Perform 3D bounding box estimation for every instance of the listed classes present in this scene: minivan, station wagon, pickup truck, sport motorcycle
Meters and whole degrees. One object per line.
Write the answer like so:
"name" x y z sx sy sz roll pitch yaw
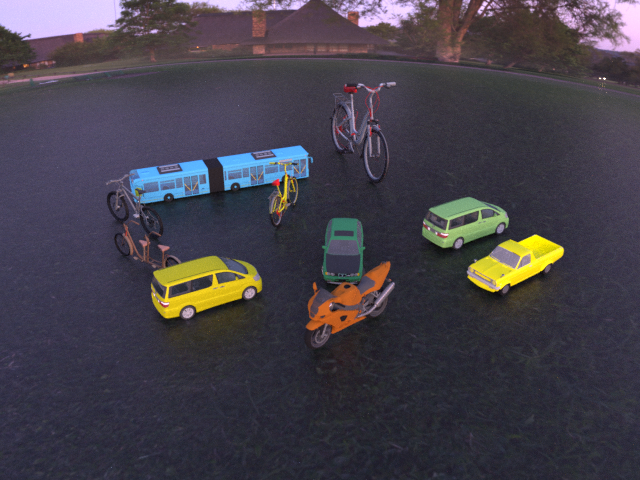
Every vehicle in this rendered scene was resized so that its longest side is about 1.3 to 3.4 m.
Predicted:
"minivan" 2.442 -0.347 11.576 1.548 0.616 0.681 -17 34 -28
"minivan" -1.580 0.595 9.886 1.548 0.616 0.681 -16 33 -27
"station wagon" 0.368 0.116 10.891 0.682 0.473 1.597 1 29 3
"pickup truck" 2.956 0.299 10.526 1.603 0.511 0.640 -20 35 -32
"sport motorcycle" 0.376 0.854 9.210 1.520 0.821 0.506 -24 37 -36

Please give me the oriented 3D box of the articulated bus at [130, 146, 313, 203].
"articulated bus" -1.830 -1.250 13.252 3.401 0.561 0.605 -11 31 -19

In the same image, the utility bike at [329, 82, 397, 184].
"utility bike" 0.838 -2.357 13.927 1.039 1.839 2.791 -11 31 -19

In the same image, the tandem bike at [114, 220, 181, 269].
"tandem bike" -2.621 0.139 10.637 1.642 0.682 0.283 21 35 32

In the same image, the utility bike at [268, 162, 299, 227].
"utility bike" -0.676 -0.858 12.155 0.535 0.946 1.435 8 30 15

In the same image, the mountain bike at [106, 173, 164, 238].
"mountain bike" -3.126 -0.569 11.715 1.469 0.868 0.573 22 36 34
